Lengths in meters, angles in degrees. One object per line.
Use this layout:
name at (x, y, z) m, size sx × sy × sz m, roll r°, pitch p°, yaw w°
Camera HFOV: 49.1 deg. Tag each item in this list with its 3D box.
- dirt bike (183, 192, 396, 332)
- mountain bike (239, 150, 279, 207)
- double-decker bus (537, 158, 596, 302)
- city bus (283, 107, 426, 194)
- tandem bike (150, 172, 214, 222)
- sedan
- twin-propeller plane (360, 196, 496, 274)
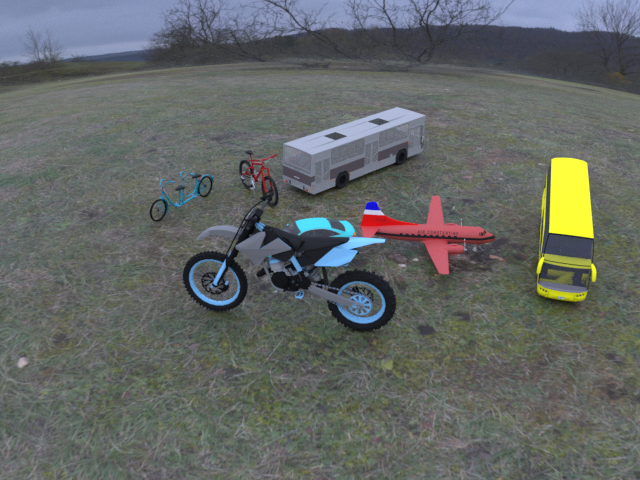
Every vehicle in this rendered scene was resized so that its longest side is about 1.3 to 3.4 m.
dirt bike at (-0.444, 0.351, 9.041) m, size 2.903 × 1.666 × 1.024 m, roll 6°, pitch 29°, yaw 11°
mountain bike at (-1.138, -1.184, 12.751) m, size 0.573 × 0.868 × 1.469 m, roll -16°, pitch 32°, yaw -28°
double-decker bus at (3.766, -0.224, 10.763) m, size 0.756 × 1.052 × 3.251 m, roll 8°, pitch 29°, yaw 15°
city bus at (0.745, -1.774, 13.824) m, size 3.255 × 0.894 × 0.926 m, roll -24°, pitch 37°, yaw -38°
tandem bike at (-2.426, -0.875, 12.370) m, size 0.283 × 0.682 × 1.642 m, roll 17°, pitch 32°, yaw 28°
sedan at (-0.224, -0.049, 11.039) m, size 1.613 × 0.483 × 0.635 m, roll -7°, pitch 29°, yaw -13°
twin-propeller plane at (1.697, -0.203, 11.000) m, size 2.129 × 0.792 × 2.663 m, roll 3°, pitch 28°, yaw 5°
